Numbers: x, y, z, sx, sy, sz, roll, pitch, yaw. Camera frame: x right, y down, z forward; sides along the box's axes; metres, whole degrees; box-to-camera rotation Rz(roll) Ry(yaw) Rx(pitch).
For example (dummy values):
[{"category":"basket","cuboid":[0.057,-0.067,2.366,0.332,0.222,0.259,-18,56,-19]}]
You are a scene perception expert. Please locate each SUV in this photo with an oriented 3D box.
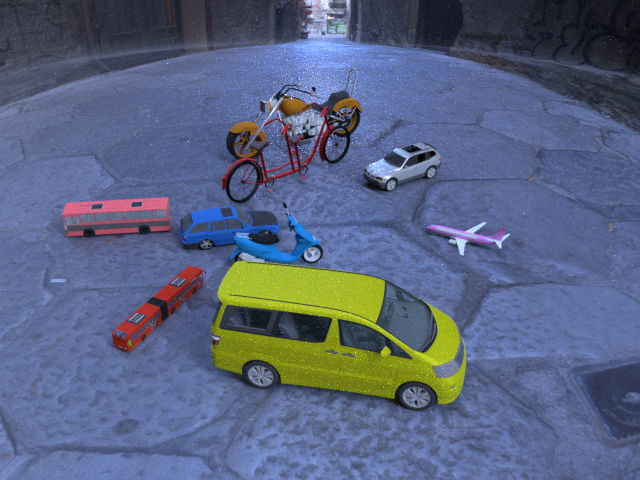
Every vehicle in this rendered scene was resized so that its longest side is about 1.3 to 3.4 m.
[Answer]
[{"category":"SUV","cuboid":[1.553,-1.414,13.131,1.572,0.580,0.656,-19,36,-29]}]

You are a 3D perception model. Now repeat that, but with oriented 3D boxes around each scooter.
[{"category":"scooter","cuboid":[-0.642,-0.002,10.419,1.399,0.919,0.662,-5,31,-8]}]

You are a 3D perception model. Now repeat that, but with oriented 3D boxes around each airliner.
[{"category":"airliner","cuboid":[2.318,-0.147,11.143,1.307,0.429,1.161,16,34,25]}]

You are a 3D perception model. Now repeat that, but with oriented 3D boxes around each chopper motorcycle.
[{"category":"chopper motorcycle","cuboid":[-0.475,-2.540,14.147,3.040,1.480,0.906,-16,34,-25]}]

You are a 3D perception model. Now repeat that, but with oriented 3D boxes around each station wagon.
[{"category":"station wagon","cuboid":[-1.451,-0.250,11.272,1.597,0.473,0.682,-8,32,-13]}]

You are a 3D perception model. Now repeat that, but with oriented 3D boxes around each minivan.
[{"category":"minivan","cuboid":[0.241,1.068,8.341,3.011,1.197,1.324,6,31,10]}]

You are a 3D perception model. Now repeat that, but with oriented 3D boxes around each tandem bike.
[{"category":"tandem bike","cuboid":[-0.541,-1.663,12.820,3.192,1.326,0.550,-27,40,-37]}]

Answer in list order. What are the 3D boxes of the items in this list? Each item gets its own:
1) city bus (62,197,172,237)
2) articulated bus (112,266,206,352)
[{"category":"city bus","cuboid":[-3.302,-0.363,11.477,1.674,0.460,0.476,-3,31,-6]},{"category":"articulated bus","cuboid":[-2.154,0.895,9.523,0.311,0.289,1.749,14,33,21]}]
